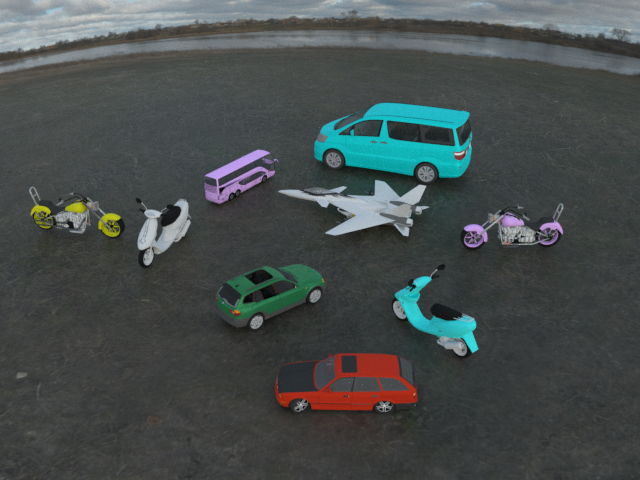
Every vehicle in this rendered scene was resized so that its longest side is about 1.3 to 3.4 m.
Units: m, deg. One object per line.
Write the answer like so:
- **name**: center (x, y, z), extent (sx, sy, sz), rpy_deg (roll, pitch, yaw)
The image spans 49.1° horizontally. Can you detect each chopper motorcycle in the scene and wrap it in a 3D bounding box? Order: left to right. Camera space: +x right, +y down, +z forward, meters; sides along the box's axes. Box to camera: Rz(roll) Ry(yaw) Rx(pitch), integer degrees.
- **chopper motorcycle**: center (-3.907, -0.441, 11.203), extent (1.563, 0.761, 0.466), rpy_deg (5, 30, 9)
- **chopper motorcycle**: center (2.972, -0.211, 10.795), extent (1.563, 0.761, 0.466), rpy_deg (0, 29, -1)

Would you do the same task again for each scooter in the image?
- **scooter**: center (-2.387, -0.245, 10.695), extent (0.662, 0.919, 1.399), rpy_deg (11, 31, 19)
- **scooter**: center (1.420, 0.857, 8.743), extent (0.662, 0.919, 1.399), rpy_deg (-22, 36, -34)

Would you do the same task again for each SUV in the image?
- **SUV**: center (-0.654, 0.664, 9.429), extent (1.572, 0.580, 0.656), rpy_deg (-21, 36, -33)

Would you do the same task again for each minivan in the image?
- **minivan**: center (1.375, -1.962, 13.454), extent (3.011, 1.197, 1.324), rpy_deg (11, 31, 18)

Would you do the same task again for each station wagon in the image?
- **station wagon**: center (0.290, 1.580, 7.914), extent (1.597, 0.473, 0.682), rpy_deg (0, 29, 0)

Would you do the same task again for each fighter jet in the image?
- **fighter jet**: center (0.446, -0.748, 11.954), extent (2.640, 0.557, 2.229), rpy_deg (13, 32, 22)

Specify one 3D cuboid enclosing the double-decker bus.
- **double-decker bus**: center (-1.419, -1.181, 12.737), extent (0.389, 0.541, 1.672), rpy_deg (19, 35, 30)
